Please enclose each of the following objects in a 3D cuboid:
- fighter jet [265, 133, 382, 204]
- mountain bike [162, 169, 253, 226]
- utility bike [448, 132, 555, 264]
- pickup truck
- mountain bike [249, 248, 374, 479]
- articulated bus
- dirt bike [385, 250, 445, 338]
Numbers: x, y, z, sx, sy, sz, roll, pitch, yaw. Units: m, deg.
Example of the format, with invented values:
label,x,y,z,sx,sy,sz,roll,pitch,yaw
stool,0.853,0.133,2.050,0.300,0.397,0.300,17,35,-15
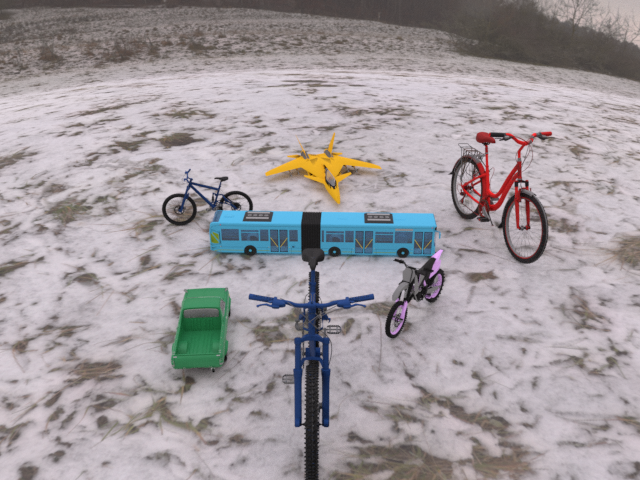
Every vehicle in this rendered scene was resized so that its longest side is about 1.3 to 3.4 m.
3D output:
label,x,y,z,sx,sy,sz,roll,pitch,yaw
fighter jet,0.108,-1.347,13.076,2.229,0.557,2.640,-4,27,-9
mountain bike,-1.827,-0.659,11.334,1.469,0.868,0.573,-3,26,-6
utility bike,2.787,-0.908,10.743,1.039,1.839,2.791,-8,28,-17
pickup truck,-1.406,0.997,8.388,0.640,0.511,1.603,-2,26,-4
mountain bike,-0.075,1.018,7.016,1.114,1.688,2.857,0,26,0
articulated bus,0.065,-0.103,10.555,3.401,0.561,0.605,1,26,2
dirt bike,1.225,0.612,8.776,0.527,0.857,1.493,17,31,31
